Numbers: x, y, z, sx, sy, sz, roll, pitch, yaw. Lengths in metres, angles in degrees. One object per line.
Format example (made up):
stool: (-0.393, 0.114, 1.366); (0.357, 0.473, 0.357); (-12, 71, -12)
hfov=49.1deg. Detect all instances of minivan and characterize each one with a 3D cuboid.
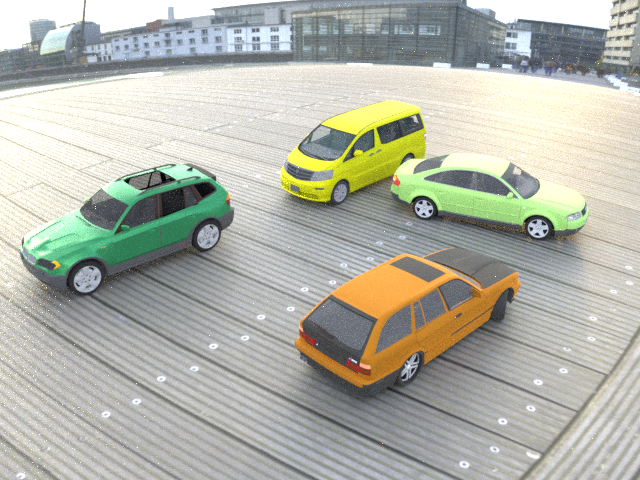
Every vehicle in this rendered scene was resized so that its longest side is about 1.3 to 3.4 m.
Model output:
minivan: (0.637, -1.631, 12.620); (1.324, 1.197, 3.011); (24, 36, 39)

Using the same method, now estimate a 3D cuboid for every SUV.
SUV: (-2.701, -0.272, 10.017); (3.058, 1.128, 1.276); (-22, 34, -36)

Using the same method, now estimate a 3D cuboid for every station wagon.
station wagon: (1.174, 0.707, 8.317); (3.105, 0.920, 1.327); (-24, 35, -38)

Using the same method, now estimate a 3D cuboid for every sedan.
sedan: (2.709, -0.815, 11.295); (3.137, 0.940, 1.235); (12, 29, 22)
